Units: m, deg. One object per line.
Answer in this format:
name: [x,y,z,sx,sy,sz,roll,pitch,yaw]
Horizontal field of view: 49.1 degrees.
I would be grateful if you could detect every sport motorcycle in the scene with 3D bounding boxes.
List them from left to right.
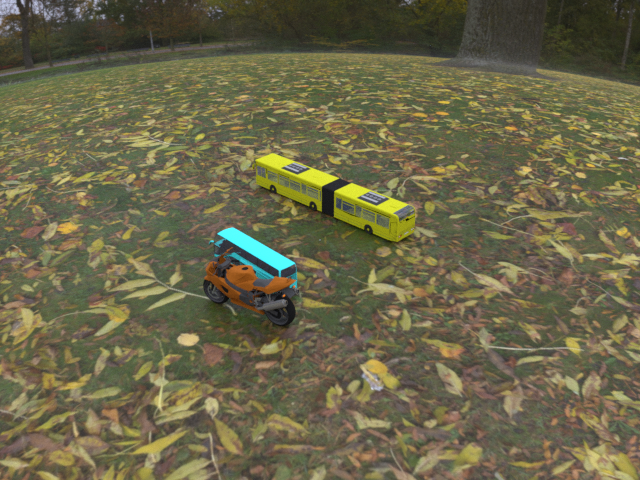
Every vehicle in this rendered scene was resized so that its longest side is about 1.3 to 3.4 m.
sport motorcycle: [-0.969,0.652,9.436,1.520,0.821,0.506,15,33,25]

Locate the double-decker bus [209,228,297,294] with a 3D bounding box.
double-decker bus: [-0.994,0.305,10.337,0.389,0.541,1.672,-25,38,-37]

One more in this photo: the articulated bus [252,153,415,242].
articulated bus: [0.156,-0.799,12.271,3.401,0.561,0.605,25,38,36]
